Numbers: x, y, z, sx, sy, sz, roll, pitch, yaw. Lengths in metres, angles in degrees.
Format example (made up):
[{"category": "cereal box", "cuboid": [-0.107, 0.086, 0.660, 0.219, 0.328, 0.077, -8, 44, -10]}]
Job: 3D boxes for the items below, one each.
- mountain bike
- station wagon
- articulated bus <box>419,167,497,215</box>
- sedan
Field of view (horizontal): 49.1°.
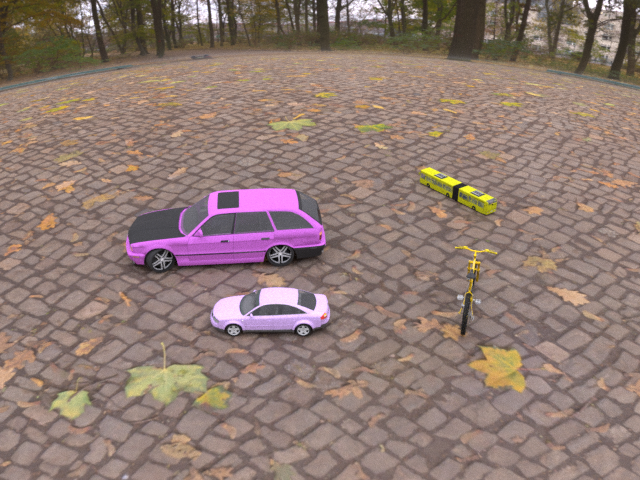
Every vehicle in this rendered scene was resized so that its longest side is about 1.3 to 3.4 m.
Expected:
[{"category": "mountain bike", "cuboid": [2.064, 0.631, 9.581, 0.573, 0.868, 1.469, 8, 31, 14]}, {"category": "station wagon", "cuboid": [-1.488, -0.230, 11.045, 3.105, 0.920, 1.327, -3, 30, -5]}, {"category": "articulated bus", "cuboid": [2.510, -0.918, 12.897, 0.311, 0.289, 1.749, -20, 35, -31]}, {"category": "sedan", "cuboid": [-0.673, 0.931, 9.443, 1.613, 0.483, 0.635, 0, 30, 0]}]
